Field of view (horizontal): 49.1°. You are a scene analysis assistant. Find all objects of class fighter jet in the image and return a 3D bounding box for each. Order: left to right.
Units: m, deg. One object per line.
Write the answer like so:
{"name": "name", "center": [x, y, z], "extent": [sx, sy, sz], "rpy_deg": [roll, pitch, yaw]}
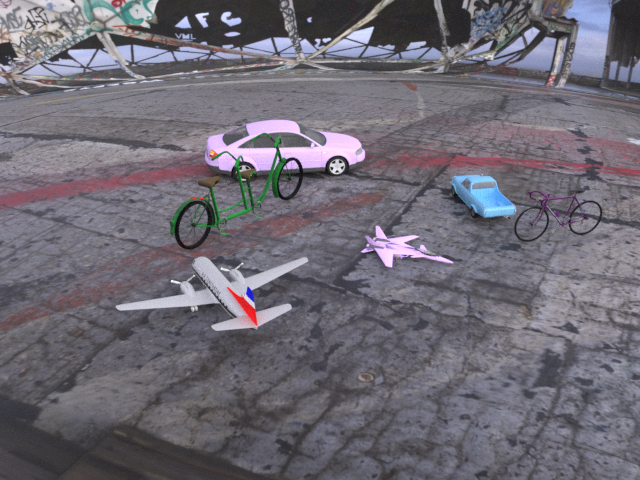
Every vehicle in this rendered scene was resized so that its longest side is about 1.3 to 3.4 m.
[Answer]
{"name": "fighter jet", "center": [1.353, 0.119, 10.495], "extent": [1.358, 0.286, 1.147], "rpy_deg": [13, 29, 25]}

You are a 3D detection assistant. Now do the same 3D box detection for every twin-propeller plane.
{"name": "twin-propeller plane", "center": [-1.248, 0.571, 9.015], "extent": [2.663, 0.792, 2.129], "rpy_deg": [-14, 30, -26]}

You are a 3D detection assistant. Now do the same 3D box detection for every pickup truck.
{"name": "pickup truck", "center": [2.793, -0.802, 12.101], "extent": [0.640, 0.511, 1.603], "rpy_deg": [-5, 27, -9]}

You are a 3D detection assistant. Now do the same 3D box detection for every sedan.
{"name": "sedan", "center": [-0.670, -1.821, 13.673], "extent": [3.137, 0.940, 1.235], "rpy_deg": [-5, 27, -9]}

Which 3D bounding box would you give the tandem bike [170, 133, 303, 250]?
{"name": "tandem bike", "center": [-1.255, -0.884, 11.349], "extent": [0.550, 1.326, 3.192], "rpy_deg": [18, 31, 32]}

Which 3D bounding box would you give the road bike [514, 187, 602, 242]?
{"name": "road bike", "center": [3.748, -0.411, 10.928], "extent": [1.545, 0.852, 0.358], "rpy_deg": [-7, 27, -13]}
